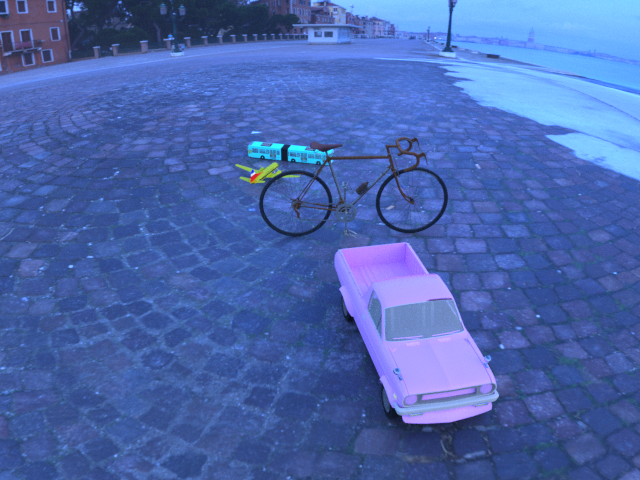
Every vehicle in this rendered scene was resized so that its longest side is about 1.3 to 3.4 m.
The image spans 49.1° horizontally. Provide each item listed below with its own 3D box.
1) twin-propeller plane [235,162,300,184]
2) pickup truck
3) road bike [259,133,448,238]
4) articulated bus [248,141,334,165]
[{"bbox_3d":[-1.039,-1.299,13.154,1.370,0.407,1.095,12,31,21],"label":"twin-propeller plane"},{"bbox_3d":[1.046,0.906,8.551,1.244,0.993,3.117,-6,29,-10],"label":"pickup truck"},{"bbox_3d":[0.542,-0.812,10.979,3.004,1.656,0.697,-2,29,-3],"label":"road bike"},{"bbox_3d":[-0.585,-1.745,14.086,1.749,0.289,0.311,7,30,13],"label":"articulated bus"}]
